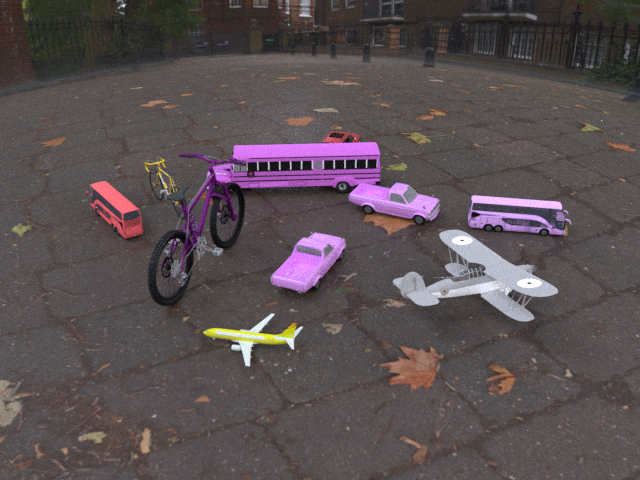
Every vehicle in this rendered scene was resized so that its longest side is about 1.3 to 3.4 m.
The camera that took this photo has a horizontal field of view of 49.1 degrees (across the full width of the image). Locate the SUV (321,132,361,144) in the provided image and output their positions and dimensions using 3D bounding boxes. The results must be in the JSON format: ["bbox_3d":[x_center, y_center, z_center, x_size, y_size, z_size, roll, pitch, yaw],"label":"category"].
[{"bbox_3d":[0.407,-2.023,14.892,0.656,0.580,1.572,9,30,16],"label":"SUV"}]

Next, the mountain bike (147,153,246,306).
[{"bbox_3d":[-1.787,-0.265,10.478,1.114,1.688,2.857,10,30,17],"label":"mountain bike"}]

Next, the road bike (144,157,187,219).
[{"bbox_3d":[-2.763,-0.955,12.633,0.358,0.852,1.545,-19,34,-31],"label":"road bike"}]

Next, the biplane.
[{"bbox_3d":[2.071,0.563,9.690,2.120,0.981,2.598,-9,30,-16],"label":"biplane"}]

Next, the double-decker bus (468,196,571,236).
[{"bbox_3d":[3.394,-0.415,11.960,1.672,0.541,0.389,5,29,9],"label":"double-decker bus"}]

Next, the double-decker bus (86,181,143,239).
[{"bbox_3d":[-3.599,-0.555,12.220,0.389,0.541,1.672,-19,34,-32],"label":"double-decker bus"}]

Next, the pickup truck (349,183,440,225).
[{"bbox_3d":[1.337,-0.729,12.573,1.603,0.511,0.640,13,31,23],"label":"pickup truck"}]

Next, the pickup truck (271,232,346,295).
[{"bbox_3d":[-0.148,0.292,10.686,0.640,0.511,1.603,12,31,21],"label":"pickup truck"}]

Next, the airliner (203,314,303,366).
[{"bbox_3d":[-0.911,1.187,9.116,1.307,0.429,1.161,6,29,11],"label":"airliner"}]

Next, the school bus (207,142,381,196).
[{"bbox_3d":[-0.520,-1.380,13.425,3.322,0.844,0.709,-2,28,-3],"label":"school bus"}]
